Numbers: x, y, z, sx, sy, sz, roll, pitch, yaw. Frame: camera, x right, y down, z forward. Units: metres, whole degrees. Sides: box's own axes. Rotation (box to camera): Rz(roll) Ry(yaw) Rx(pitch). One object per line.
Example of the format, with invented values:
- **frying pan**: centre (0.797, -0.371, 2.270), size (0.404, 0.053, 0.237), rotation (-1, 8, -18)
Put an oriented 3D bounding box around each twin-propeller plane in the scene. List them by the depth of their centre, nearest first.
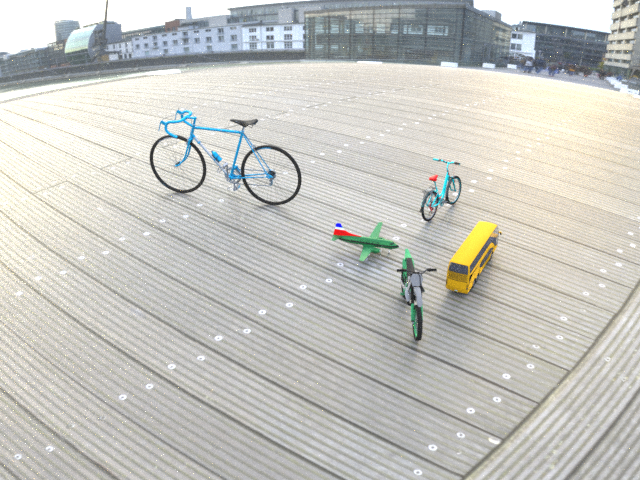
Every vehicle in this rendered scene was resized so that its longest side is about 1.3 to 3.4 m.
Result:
- **twin-propeller plane**: centre (0.739, -0.030, 11.284), size (1.095, 0.407, 1.370), rotation (8, 29, 15)

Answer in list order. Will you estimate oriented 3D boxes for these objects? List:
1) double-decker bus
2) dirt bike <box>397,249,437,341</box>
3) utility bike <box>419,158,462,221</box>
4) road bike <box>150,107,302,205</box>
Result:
- **double-decker bus**: centre (2.354, 0.223, 10.675), size (0.389, 0.541, 1.672), rotation (14, 31, 24)
- **dirt bike**: centre (1.261, 0.674, 9.507), size (0.527, 0.857, 1.493), rotation (-1, 28, -2)
- **utility bike**: centre (2.115, -0.933, 12.390), size (0.535, 0.946, 1.435), rotation (21, 35, 33)
- **road bike**: centre (-1.766, -1.500, 12.694), size (3.004, 1.656, 0.697), rotation (8, 29, 15)
